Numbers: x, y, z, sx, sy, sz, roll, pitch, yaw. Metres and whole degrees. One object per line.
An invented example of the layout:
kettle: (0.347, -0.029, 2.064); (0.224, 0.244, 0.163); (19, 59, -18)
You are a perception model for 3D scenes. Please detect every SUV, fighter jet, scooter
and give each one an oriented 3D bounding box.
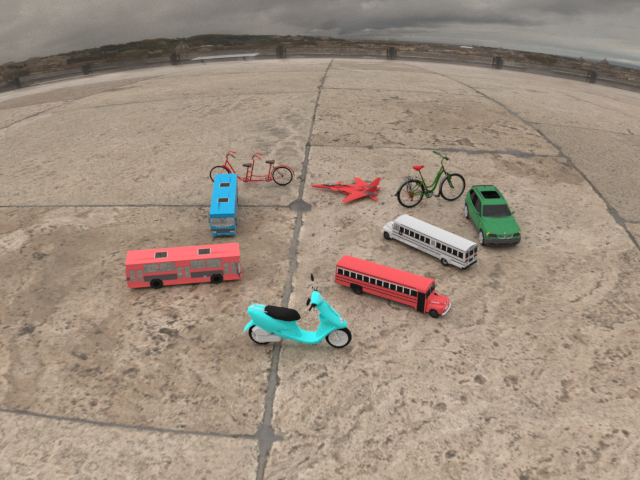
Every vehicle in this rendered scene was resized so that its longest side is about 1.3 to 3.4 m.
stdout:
SUV: (2.904, -0.439, 11.845); (0.656, 0.580, 1.572); (-2, 29, -4)
fighter jet: (0.465, -1.033, 13.225); (1.358, 0.286, 1.147); (7, 30, 13)
scooter: (-0.287, 0.976, 8.932); (1.399, 0.919, 0.662); (2, 29, 4)

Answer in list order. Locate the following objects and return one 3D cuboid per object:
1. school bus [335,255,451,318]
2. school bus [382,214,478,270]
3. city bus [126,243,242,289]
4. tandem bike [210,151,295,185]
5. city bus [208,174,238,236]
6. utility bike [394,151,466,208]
school bus: (1.039, 0.652, 10.020); (1.708, 0.434, 0.365); (16, 32, 26)
school bus: (1.716, -0.009, 11.218); (0.365, 0.434, 1.708); (-25, 38, -38)
city bus: (-2.021, 0.395, 10.458); (1.674, 0.460, 0.476); (-4, 29, -8)
tandem bike: (-1.307, -1.359, 13.407); (1.642, 0.682, 0.283); (1, 29, 1)
city bus: (-1.672, -0.626, 12.308); (0.476, 0.460, 1.674); (-2, 29, -4)
utility bike: (1.989, -1.102, 12.667); (1.435, 0.946, 0.535); (-10, 30, -17)
